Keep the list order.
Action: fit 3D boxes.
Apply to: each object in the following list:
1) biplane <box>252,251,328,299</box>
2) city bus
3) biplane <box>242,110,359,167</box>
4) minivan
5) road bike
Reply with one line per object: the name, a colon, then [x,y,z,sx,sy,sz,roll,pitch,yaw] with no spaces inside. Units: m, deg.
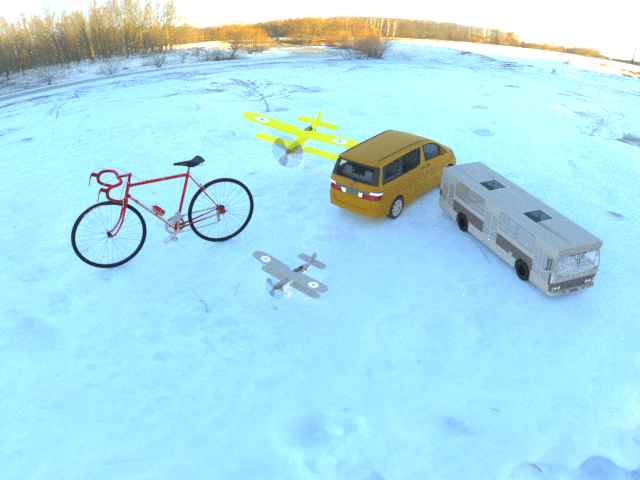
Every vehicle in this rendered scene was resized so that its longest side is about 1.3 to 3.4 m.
biplane: [-0.358,0.520,10.523,1.336,0.504,1.090,19,34,30]
city bus: [3.138,-0.252,11.503,0.926,0.894,3.255,-11,31,-19]
biplane: [-0.291,-2.183,14.868,2.598,0.981,2.120,10,31,17]
minivan: [1.475,-1.403,13.252,1.324,1.197,3.011,21,36,33]
road bike: [-2.461,-0.501,11.169,3.004,1.656,0.697,-14,32,-24]
